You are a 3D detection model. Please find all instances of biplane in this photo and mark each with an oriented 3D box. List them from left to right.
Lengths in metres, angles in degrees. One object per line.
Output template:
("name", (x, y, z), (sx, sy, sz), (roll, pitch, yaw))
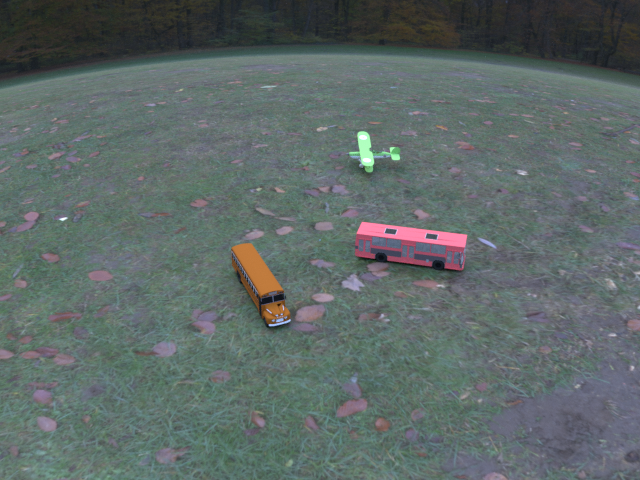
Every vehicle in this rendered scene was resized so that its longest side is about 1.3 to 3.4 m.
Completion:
("biplane", (1.068, -1.707, 14.045), (1.090, 0.504, 1.336), (-1, 29, -2))

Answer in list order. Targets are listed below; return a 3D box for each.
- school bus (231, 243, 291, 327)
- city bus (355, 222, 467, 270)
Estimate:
("school bus", (-0.852, 0.621, 9.925), (0.365, 0.434, 1.708), (-12, 31, -20))
("city bus", (1.402, 0.109, 10.821), (1.674, 0.460, 0.476), (7, 30, 13))
